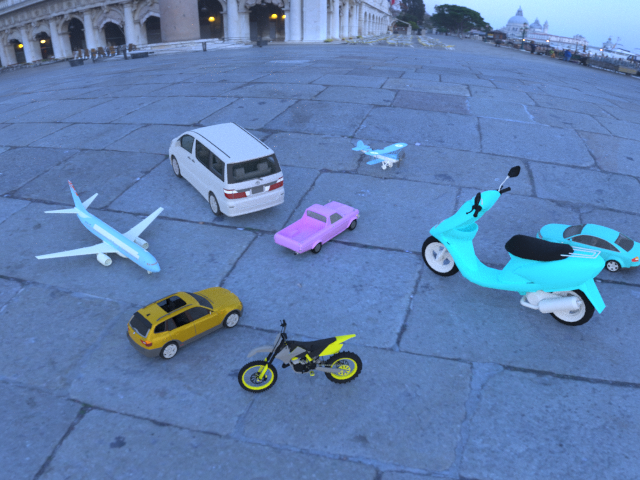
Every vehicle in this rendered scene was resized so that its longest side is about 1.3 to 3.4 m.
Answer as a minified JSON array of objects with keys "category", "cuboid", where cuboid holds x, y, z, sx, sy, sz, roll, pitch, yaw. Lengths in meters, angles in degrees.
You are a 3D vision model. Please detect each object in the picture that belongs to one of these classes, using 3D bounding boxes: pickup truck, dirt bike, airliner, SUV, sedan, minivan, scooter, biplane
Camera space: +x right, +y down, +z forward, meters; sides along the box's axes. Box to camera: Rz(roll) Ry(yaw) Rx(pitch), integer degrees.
[{"category":"pickup truck","cuboid":[-0.027,-0.255,11.396,0.640,0.511,1.603,22,37,32]},{"category":"dirt bike","cuboid":[-0.226,1.407,8.213,1.493,0.857,0.527,-5,31,-8]},{"category":"airliner","cuboid":[-3.274,-0.197,10.976,2.541,0.835,2.257,26,39,37]},{"category":"SUV","cuboid":[-1.756,0.991,9.199,1.572,0.580,0.656,-25,38,-35]},{"category":"sedan","cuboid":[4.214,0.028,10.939,1.613,0.483,0.635,18,35,28]},{"category":"minivan","cuboid":[-1.797,-1.463,12.781,1.324,1.197,3.011,-17,34,-26]},{"category":"scooter","cuboid":[2.613,0.070,9.578,2.721,1.786,1.288,22,37,33]},{"category":"biplane","cuboid":[1.181,-1.716,13.898,1.090,0.504,1.336,22,37,32]}]
